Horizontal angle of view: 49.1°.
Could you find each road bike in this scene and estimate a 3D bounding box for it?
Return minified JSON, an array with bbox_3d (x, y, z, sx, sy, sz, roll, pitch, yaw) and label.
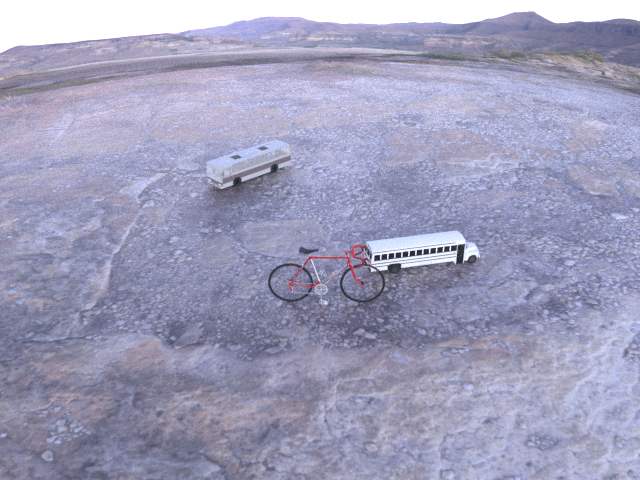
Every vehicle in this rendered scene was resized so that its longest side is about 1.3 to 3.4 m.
[{"bbox_3d":[0.086,0.459,9.177,1.545,0.852,0.358,1,29,1],"label":"road bike"}]

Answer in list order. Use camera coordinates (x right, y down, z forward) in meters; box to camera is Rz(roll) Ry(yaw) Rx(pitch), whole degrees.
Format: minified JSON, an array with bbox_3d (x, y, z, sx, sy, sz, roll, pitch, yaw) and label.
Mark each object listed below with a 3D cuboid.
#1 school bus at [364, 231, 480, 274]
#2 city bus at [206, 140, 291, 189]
[{"bbox_3d":[1.498,0.165,10.148,1.708,0.434,0.365,-7,29,-12],"label":"school bus"},{"bbox_3d":[-1.299,-1.401,12.976,1.674,0.460,0.476,-25,37,-37],"label":"city bus"}]
